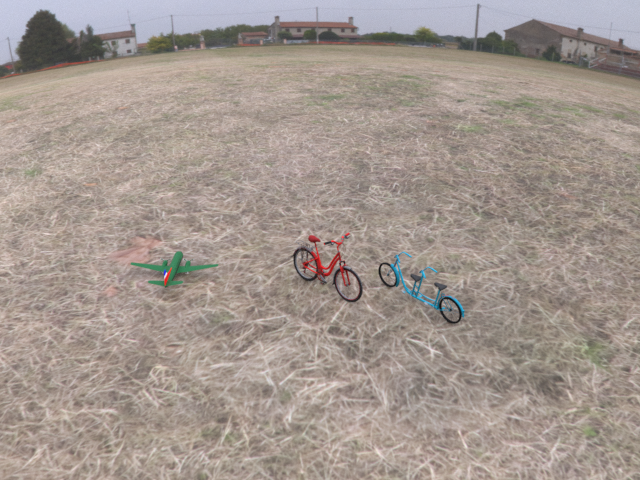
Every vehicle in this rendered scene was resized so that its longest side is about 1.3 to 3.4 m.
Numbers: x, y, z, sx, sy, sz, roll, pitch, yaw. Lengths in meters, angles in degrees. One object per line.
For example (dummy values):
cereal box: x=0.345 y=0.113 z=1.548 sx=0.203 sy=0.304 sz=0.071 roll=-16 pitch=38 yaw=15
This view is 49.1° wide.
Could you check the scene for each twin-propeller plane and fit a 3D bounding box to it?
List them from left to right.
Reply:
twin-propeller plane: x=-2.255 y=0.397 z=10.730 sx=1.370 sy=0.407 sz=1.095 roll=1 pitch=29 yaw=2

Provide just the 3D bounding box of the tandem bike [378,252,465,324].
tandem bike: x=1.425 y=0.635 z=10.025 sx=0.283 sy=0.682 sz=1.642 roll=-23 pitch=36 yaw=-35

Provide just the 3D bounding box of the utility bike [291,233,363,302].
utility bike: x=0.117 y=0.302 z=10.348 sx=1.435 sy=0.946 sz=0.535 roll=25 pitch=38 yaw=36
